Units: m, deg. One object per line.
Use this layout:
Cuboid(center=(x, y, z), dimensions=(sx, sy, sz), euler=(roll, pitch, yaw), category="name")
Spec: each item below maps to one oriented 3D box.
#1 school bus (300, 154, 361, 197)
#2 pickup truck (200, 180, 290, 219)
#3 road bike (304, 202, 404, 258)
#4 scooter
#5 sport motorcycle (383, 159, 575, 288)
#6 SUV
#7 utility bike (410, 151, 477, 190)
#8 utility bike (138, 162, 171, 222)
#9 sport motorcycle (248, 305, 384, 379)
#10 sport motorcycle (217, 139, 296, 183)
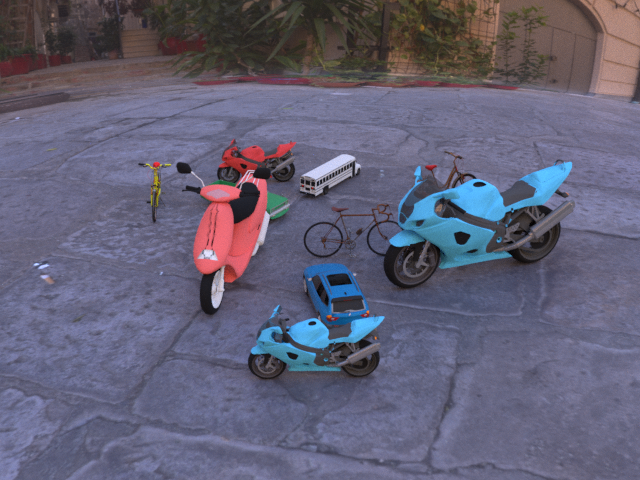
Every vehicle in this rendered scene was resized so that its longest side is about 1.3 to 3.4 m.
Cuboid(center=(0.236, -1.250, 13.243), dimensions=(0.365, 0.434, 1.708), euler=(16, 30, 29), category="school bus")
Cuboid(center=(-1.315, -0.748, 12.126), dimensions=(1.603, 0.511, 0.640), euler=(16, 30, 29), category="pickup truck")
Cuboid(center=(0.525, -0.129, 10.470), dimensions=(1.545, 0.852, 0.358), euler=(-1, 26, -3), category="road bike")
Cuboid(center=(-1.210, -0.306, 9.767), dimensions=(1.288, 1.786, 2.721), euler=(5, 26, 10), category="scooter")
Cuboid(center=(2.242, -0.241, 9.850), dimensions=(2.955, 1.596, 0.983), euler=(-10, 28, -20), category="sport motorcycle")
Cuboid(center=(0.203, 0.667, 9.147), dimensions=(0.656, 0.580, 1.572), euler=(-5, 27, -11), category="SUV")
Cuboid(center=(2.145, -1.059, 12.268), dimensions=(1.435, 0.946, 0.535), euler=(-10, 28, -19), category="utility bike")
Cuboid(center=(-2.784, -0.943, 12.032), dimensions=(0.535, 0.946, 1.435), euler=(-4, 26, -8), category="utility bike")
Cuboid(center=(-0.051, 1.186, 7.808), dimensions=(1.520, 0.821, 0.506), euler=(-1, 26, -3), category="sport motorcycle")
Cuboid(center=(-1.195, -1.467, 13.247), dimensions=(1.520, 0.821, 0.506), euler=(-4, 26, -9), category="sport motorcycle")
